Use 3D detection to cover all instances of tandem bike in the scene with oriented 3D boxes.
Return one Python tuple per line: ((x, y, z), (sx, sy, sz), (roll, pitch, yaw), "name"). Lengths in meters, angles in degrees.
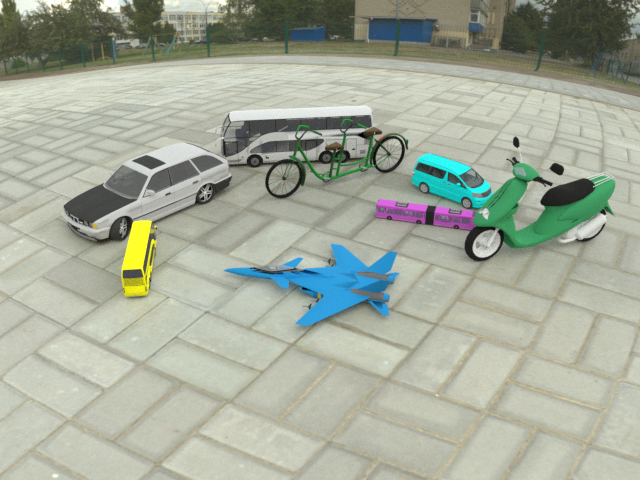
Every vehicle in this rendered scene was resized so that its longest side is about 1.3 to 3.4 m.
((0.389, -1.661, 13.309), (3.192, 1.326, 0.550), (-16, 33, -26), "tandem bike")

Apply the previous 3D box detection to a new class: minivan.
((2.480, -1.111, 13.063), (1.548, 0.616, 0.681), (24, 38, 36), "minivan")

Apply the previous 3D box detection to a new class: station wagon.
((-3.059, -0.960, 12.493), (1.327, 0.920, 3.105), (24, 37, 35), "station wagon")

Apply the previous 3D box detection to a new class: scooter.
((3.555, -0.620, 11.030), (2.721, 1.786, 1.288), (-9, 31, -16), "scooter")

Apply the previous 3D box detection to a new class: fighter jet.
((-0.191, 0.466, 10.370), (2.640, 0.557, 2.229), (7, 30, 12), "fighter jet")

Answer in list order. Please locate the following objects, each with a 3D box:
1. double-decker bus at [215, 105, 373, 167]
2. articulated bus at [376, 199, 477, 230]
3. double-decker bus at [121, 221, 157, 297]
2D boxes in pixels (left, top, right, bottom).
((-0.528, -2.148, 14.434), (3.251, 1.052, 0.756), (-4, 30, -6), "double-decker bus")
((1.837, -0.447, 12.233), (1.749, 0.289, 0.311), (8, 31, 14), "articulated bus")
((-2.771, 0.239, 10.783), (0.389, 0.541, 1.672), (-3, 30, -6), "double-decker bus")
